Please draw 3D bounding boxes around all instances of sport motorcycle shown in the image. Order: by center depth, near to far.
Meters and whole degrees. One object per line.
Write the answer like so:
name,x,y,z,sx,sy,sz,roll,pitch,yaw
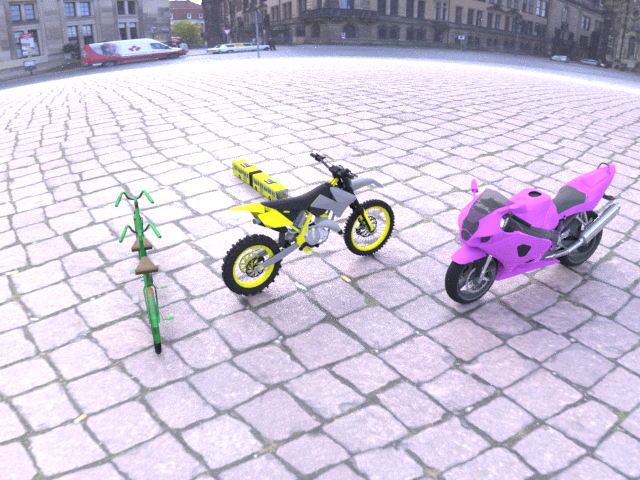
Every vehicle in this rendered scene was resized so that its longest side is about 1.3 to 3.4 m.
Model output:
sport motorcycle,2.945,-0.114,9.716,2.955,1.596,0.983,-16,32,-27

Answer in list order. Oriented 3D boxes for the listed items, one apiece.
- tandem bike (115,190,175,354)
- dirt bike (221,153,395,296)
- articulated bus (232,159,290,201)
tandem bike,-2.349,0.248,9.327,0.550,1.326,3.192,-8,29,-15
dirt bike,-0.097,-0.253,9.902,2.903,1.666,1.024,-17,33,-29
articulated bus,-1.125,-1.100,12.946,0.311,0.289,1.749,-17,32,-29
